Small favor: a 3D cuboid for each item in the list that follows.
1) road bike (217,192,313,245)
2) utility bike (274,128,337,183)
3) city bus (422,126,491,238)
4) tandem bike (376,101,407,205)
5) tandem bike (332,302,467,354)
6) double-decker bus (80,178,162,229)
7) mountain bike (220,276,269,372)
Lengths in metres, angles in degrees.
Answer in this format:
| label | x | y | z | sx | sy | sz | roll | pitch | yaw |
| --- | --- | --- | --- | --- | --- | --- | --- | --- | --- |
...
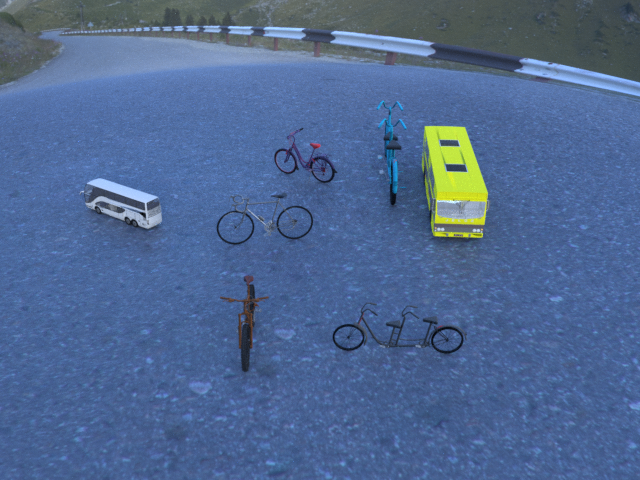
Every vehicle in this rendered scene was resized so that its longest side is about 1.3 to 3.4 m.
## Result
| label | x | y | z | sx | sy | sz | roll | pitch | yaw |
| --- | --- | --- | --- | --- | --- | --- | --- | --- | --- |
| road bike | -0.868 | -0.349 | 11.086 | 1.545 | 0.852 | 0.358 | -5 | 28 | -10 |
| utility bike | -0.318 | -1.589 | 13.353 | 1.435 | 0.946 | 0.535 | 16 | 32 | 28 |
| city bus | 2.319 | -1.086 | 12.448 | 0.926 | 0.894 | 3.255 | 2 | 28 | 4 |
| tandem bike | 1.343 | -1.774 | 13.297 | 0.550 | 1.326 | 3.192 | 1 | 28 | 2 |
| tandem bike | 0.973 | 1.090 | 8.521 | 1.642 | 0.682 | 0.283 | 1 | 28 | 2 |
| double-decker bus | -3.408 | -0.642 | 11.980 | 1.672 | 0.541 | 0.389 | 18 | 32 | 30 |
| mountain bike | -0.889 | 0.929 | 8.626 | 0.573 | 0.868 | 1.469 | 0 | 28 | -1 |
